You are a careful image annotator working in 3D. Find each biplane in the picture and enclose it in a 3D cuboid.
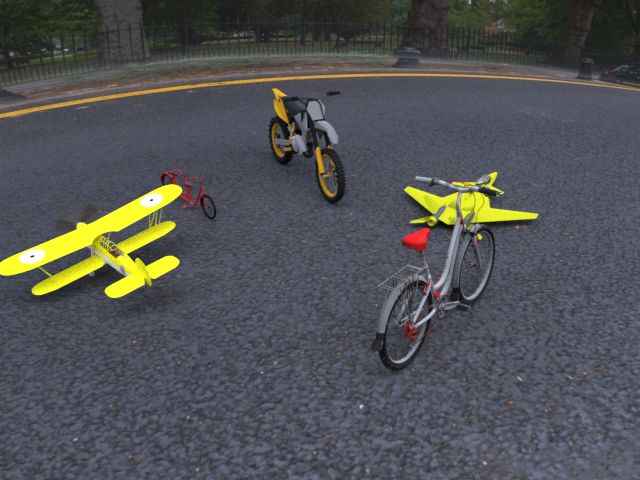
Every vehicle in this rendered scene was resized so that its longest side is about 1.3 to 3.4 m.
[{"bbox_3d":[-2.760,0.183,9.151,2.598,0.981,2.120,-22,35,-36],"label":"biplane"}]

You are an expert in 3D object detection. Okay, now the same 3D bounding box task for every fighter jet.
[{"bbox_3d":[2.534,-0.831,11.539,2.229,0.557,2.640,15,31,26],"label":"fighter jet"}]

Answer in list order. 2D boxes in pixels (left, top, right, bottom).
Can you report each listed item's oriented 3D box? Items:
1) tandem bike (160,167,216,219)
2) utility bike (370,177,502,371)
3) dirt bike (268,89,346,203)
[{"bbox_3d":[-2.180,-0.856,11.452,0.283,0.682,1.642,-23,35,-36],"label":"tandem bike"},{"bbox_3d":[1.330,0.260,8.081,1.039,1.839,2.791,20,34,33],"label":"utility bike"},{"bbox_3d":[-0.270,-1.809,12.208,1.024,1.666,2.903,-13,30,-23],"label":"dirt bike"}]
